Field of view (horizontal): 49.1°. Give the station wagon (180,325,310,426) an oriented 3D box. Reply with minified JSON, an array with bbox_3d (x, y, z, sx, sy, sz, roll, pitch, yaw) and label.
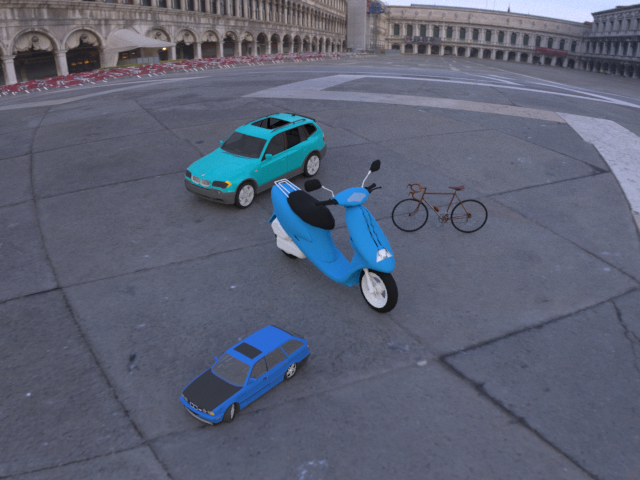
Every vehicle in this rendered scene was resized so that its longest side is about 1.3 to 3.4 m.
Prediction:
[{"bbox_3d":[-0.822,1.440,7.823,0.682,0.473,1.597,21,33,35],"label":"station wagon"}]

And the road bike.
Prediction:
[{"bbox_3d":[1.930,-0.504,11.245,1.545,0.852,0.358,1,27,2],"label":"road bike"}]

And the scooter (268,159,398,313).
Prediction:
[{"bbox_3d":[0.122,-0.222,9.653,1.288,1.786,2.721,-20,33,-34],"label":"scooter"}]

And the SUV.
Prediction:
[{"bbox_3d":[-1.145,-1.577,13.059,1.276,1.128,3.058,19,33,33],"label":"SUV"}]
